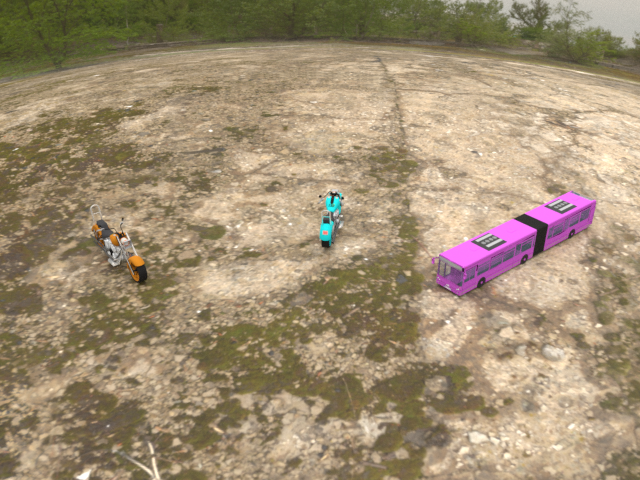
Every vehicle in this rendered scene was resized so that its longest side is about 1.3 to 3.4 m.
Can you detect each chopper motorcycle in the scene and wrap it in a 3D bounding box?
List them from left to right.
[{"bbox_3d":[-3.085,0.048,10.661,0.466,0.761,1.563,-23,37,-34],"label":"chopper motorcycle"},{"bbox_3d":[0.202,-0.481,11.566,0.466,0.761,1.563,5,31,8],"label":"chopper motorcycle"}]

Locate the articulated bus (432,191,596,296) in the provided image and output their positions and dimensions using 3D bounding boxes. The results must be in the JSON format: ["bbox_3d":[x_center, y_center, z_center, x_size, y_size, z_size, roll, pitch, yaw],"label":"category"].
[{"bbox_3d":[3.134,-0.013,10.963,3.401,0.561,0.605,-22,37,-33],"label":"articulated bus"}]
